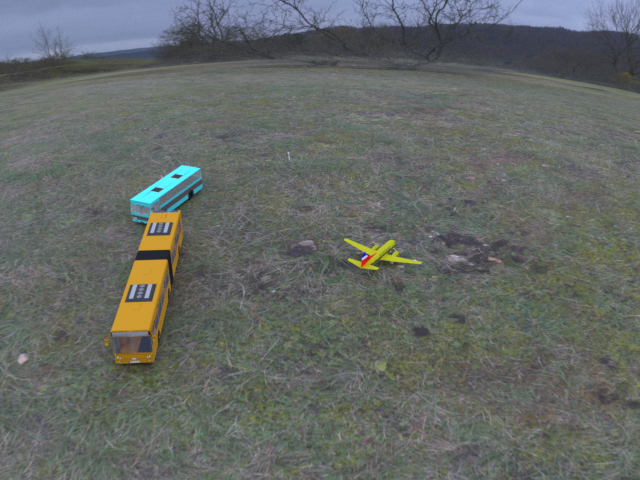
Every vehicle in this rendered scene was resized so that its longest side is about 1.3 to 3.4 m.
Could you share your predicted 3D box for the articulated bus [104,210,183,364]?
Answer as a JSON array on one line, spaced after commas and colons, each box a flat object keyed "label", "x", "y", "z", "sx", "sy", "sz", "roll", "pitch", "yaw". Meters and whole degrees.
[{"label": "articulated bus", "x": -2.395, "y": 0.530, "z": 9.991, "sx": 0.605, "sy": 0.561, "sz": 3.401, "roll": -2, "pitch": 29, "yaw": -3}]

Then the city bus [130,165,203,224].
[{"label": "city bus", "x": -2.721, "y": -0.810, "z": 12.551, "sx": 0.476, "sy": 0.460, "sz": 1.674, "roll": 11, "pitch": 31, "yaw": 19}]

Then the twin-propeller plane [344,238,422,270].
[{"label": "twin-propeller plane", "x": 0.909, "y": 0.180, "z": 10.793, "sx": 1.370, "sy": 0.407, "sz": 1.095, "roll": 18, "pitch": 33, "yaw": 29}]
